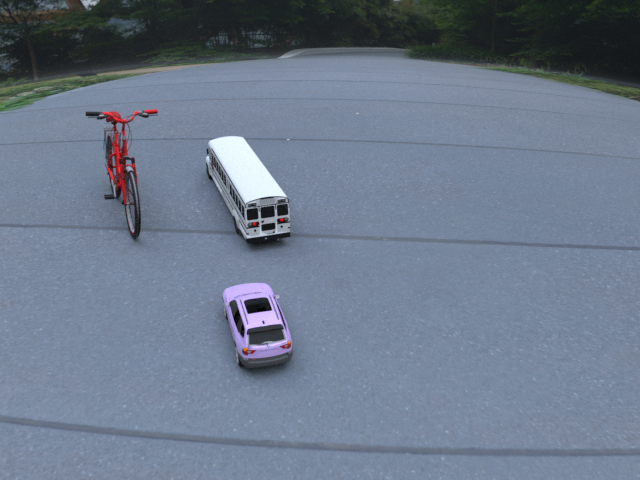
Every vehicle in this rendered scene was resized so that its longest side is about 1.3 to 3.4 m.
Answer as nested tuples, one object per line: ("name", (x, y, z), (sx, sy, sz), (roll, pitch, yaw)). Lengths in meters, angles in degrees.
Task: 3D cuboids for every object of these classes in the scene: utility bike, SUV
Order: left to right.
("utility bike", (-3.069, -1.283, 11.044), (1.039, 1.839, 2.791), (-11, 30, -21))
("SUV", (-0.753, 0.900, 8.222), (0.656, 0.580, 1.572), (-7, 28, -13))

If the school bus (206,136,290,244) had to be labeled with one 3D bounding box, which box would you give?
("school bus", (-1.279, -0.947, 11.477), (0.709, 0.844, 3.322), (-9, 29, -17))
